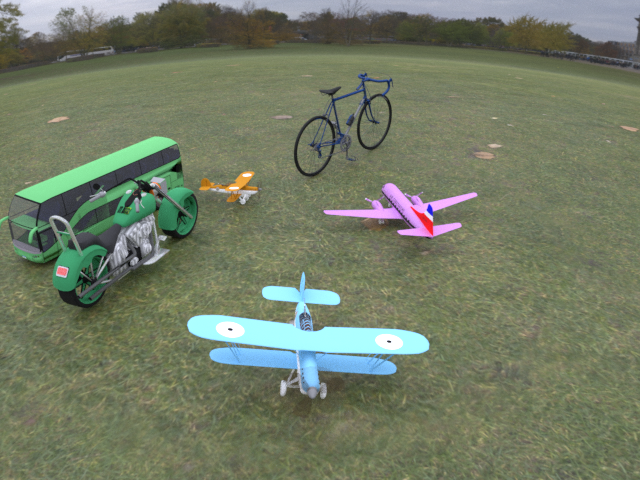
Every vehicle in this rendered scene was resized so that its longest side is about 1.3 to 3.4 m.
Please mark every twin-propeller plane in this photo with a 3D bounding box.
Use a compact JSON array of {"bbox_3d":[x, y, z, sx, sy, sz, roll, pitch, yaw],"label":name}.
[{"bbox_3d":[1.399,-0.572,11.267,2.663,0.792,2.129,-7,29,-13],"label":"twin-propeller plane"}]

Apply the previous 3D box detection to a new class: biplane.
[{"bbox_3d":[-1.537,-0.903,12.183,1.090,0.504,1.336,4,29,7],"label":"biplane"},{"bbox_3d":[-0.121,1.110,7.949,2.598,0.981,2.120,-2,28,-4],"label":"biplane"}]

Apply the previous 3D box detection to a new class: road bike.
[{"bbox_3d":[0.515,-2.294,13.550,0.696,1.656,3.004,22,35,35],"label":"road bike"}]

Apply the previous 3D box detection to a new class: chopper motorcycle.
[{"bbox_3d":[-2.652,-0.232,9.911,0.906,1.480,3.040,11,30,20],"label":"chopper motorcycle"}]

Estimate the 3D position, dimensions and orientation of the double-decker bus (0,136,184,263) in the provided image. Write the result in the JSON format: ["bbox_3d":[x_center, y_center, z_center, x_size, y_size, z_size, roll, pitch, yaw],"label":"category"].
[{"bbox_3d":[-3.510,-0.692,11.215,0.756,1.052,3.251,17,33,28],"label":"double-decker bus"}]
